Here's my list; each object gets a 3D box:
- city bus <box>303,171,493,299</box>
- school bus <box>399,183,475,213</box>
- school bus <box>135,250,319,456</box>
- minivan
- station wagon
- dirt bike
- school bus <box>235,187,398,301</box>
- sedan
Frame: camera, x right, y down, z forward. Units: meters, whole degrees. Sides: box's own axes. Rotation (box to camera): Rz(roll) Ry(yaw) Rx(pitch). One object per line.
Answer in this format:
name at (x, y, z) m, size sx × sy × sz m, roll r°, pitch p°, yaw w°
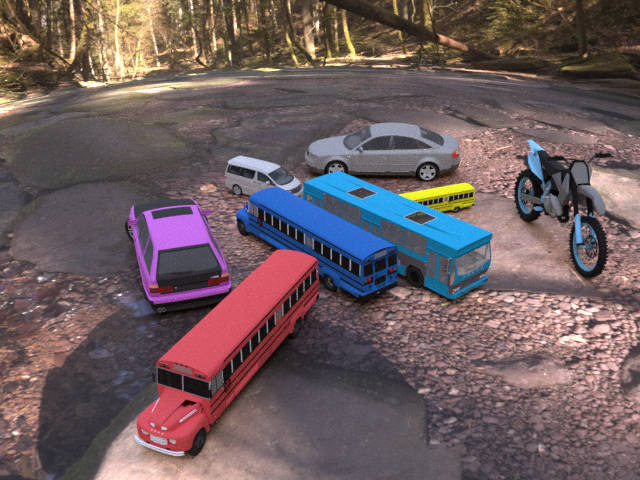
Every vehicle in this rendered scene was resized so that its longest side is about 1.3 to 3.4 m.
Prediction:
city bus at (1.070, -0.132, 10.816) m, size 0.926 × 0.894 × 3.255 m, roll -21°, pitch 34°, yaw -36°
school bus at (1.925, -0.657, 12.368) m, size 1.708 × 0.434 × 0.365 m, roll -11°, pitch 29°, yaw -21°
school bus at (-0.974, 1.190, 8.250) m, size 0.709 × 0.844 × 3.322 m, roll 11°, pitch 29°, yaw 21°
minivan at (-1.039, -1.118, 13.081) m, size 1.548 × 0.616 × 0.681 m, roll 16°, pitch 31°, yaw 28°
station wagon at (-2.204, -0.037, 10.598) m, size 1.327 × 0.920 × 3.105 m, roll -9°, pitch 28°, yaw -17°
dirt bike at (3.786, -0.668, 11.022) m, size 1.024 × 1.666 × 2.903 m, roll -4°, pitch 27°, yaw -9°
school bus at (-0.198, -0.065, 10.739) m, size 0.709 × 0.844 × 3.322 m, roll -20°, pitch 33°, yaw -34°
sedan at (1.260, -1.837, 14.148) m, size 3.137 × 0.940 × 1.235 m, roll 1°, pitch 27°, yaw 2°
